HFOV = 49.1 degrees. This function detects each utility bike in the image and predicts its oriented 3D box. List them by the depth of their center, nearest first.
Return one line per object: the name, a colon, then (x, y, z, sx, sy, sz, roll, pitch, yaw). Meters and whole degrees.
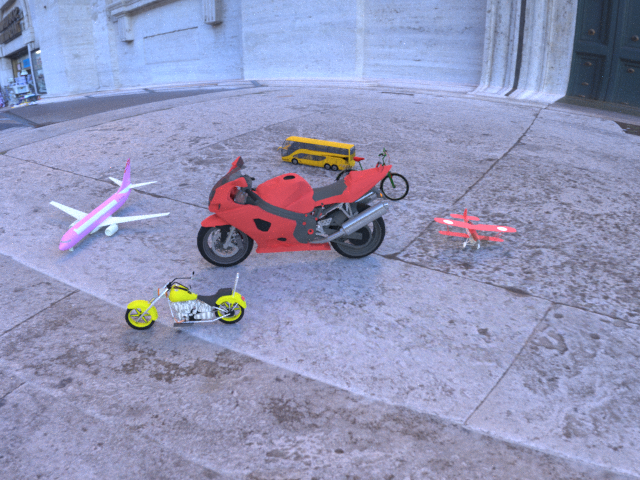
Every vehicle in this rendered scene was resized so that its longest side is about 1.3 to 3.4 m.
utility bike: (0.968, -1.239, 13.049, 1.435, 0.946, 0.535, 7, 27, 13)

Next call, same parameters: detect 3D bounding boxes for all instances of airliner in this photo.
airliner: (-3.743, -0.606, 11.869, 2.257, 0.835, 2.541, 6, 26, 12)

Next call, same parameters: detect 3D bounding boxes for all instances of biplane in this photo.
biplane: (2.470, -0.182, 11.370, 1.336, 0.504, 1.090, -1, 26, -2)

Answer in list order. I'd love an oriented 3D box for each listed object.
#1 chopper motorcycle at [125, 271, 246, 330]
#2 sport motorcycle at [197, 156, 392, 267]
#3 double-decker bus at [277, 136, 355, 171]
chopper motorcycle: (-1.743, 0.789, 9.067, 1.563, 0.761, 0.466, -2, 26, -4)
sport motorcycle: (-0.387, -0.389, 10.544, 2.955, 1.596, 0.983, -4, 26, -8)
double-decker bus: (-0.069, -1.824, 14.726, 1.672, 0.541, 0.389, 11, 28, 22)
